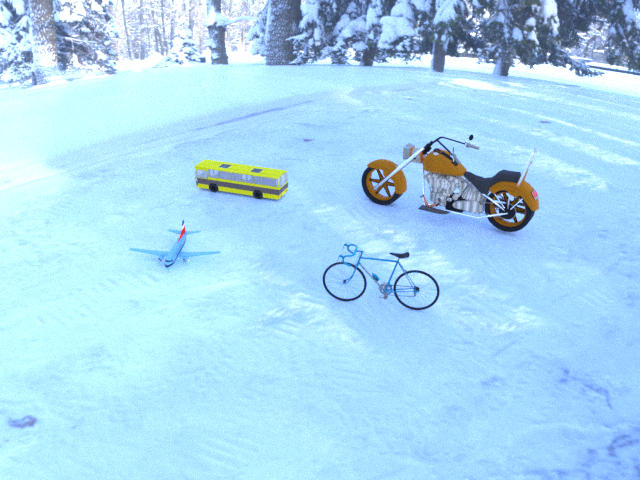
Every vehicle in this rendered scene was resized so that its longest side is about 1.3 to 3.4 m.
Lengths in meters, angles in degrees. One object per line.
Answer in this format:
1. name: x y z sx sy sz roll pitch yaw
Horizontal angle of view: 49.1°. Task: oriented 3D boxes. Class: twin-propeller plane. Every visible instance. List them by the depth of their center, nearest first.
1. twin-propeller plane: -2.132 0.086 10.392 1.370 0.407 1.095 2 27 4

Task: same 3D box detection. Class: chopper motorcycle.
1. chopper motorcycle: 2.073 -1.043 11.424 3.040 1.480 0.906 16 31 28

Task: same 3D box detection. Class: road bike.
1. road bike: 0.786 0.490 9.111 1.545 0.852 0.358 6 28 12

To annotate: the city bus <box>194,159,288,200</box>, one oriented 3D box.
1. city bus: -1.422 -1.078 12.615 1.674 0.460 0.476 10 29 18
